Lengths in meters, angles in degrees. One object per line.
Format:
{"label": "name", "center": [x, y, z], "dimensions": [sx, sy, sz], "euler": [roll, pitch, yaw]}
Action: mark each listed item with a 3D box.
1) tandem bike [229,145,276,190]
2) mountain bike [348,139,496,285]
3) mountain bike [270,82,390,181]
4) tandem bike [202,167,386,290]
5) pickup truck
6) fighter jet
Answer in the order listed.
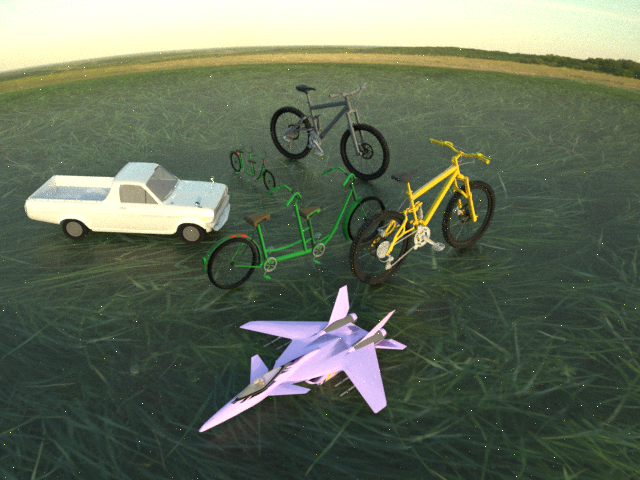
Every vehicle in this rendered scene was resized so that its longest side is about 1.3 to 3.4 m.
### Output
{"label": "tandem bike", "center": [-1.281, -1.417, 13.051], "dimensions": [0.283, 0.682, 1.642], "euler": [-19, 33, -32]}
{"label": "mountain bike", "center": [1.555, -0.400, 9.994], "dimensions": [2.857, 1.688, 1.114], "euler": [-19, 33, -32]}
{"label": "mountain bike", "center": [0.124, -2.145, 13.361], "dimensions": [2.857, 1.688, 1.114], "euler": [20, 33, 33]}
{"label": "tandem bike", "center": [-0.273, -0.225, 10.050], "dimensions": [3.192, 1.326, 0.550], "euler": [-18, 32, -31]}
{"label": "pickup truck", "center": [-3.048, -0.669, 11.267], "dimensions": [3.117, 0.993, 1.244], "euler": [2, 27, 5]}
{"label": "fighter jet", "center": [-0.290, 1.356, 7.835], "dimensions": [2.229, 0.557, 2.640], "euler": [25, 36, 39]}
